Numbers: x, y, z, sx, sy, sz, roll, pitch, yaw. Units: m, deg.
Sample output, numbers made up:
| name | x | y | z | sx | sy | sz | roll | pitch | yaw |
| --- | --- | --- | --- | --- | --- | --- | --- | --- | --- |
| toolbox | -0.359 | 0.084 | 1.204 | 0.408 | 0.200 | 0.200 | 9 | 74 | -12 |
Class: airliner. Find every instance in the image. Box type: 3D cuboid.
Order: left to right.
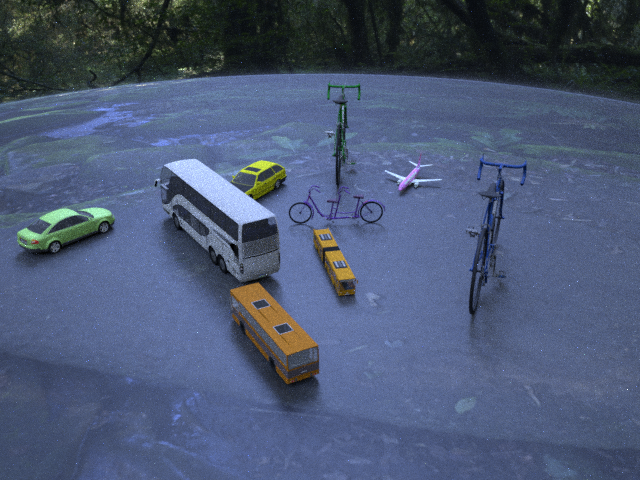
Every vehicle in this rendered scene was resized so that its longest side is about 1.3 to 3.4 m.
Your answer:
| name | x | y | z | sx | sy | sz | roll | pitch | yaw |
| --- | --- | --- | --- | --- | --- | --- | --- | --- | --- |
| airliner | 1.759 | -1.298 | 13.548 | 1.161 | 0.429 | 1.307 | 12 | 28 | 22 |

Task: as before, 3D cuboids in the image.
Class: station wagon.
| name | x | y | z | sx | sy | sz | roll | pitch | yaw |
| --- | --- | --- | --- | --- | --- | --- | --- | --- | --- |
| station wagon | -1.268 | -1.091 | 13.075 | 0.682 | 0.473 | 1.597 | 14 | 29 | 26 |

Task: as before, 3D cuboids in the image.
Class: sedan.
| name | x | y | z | sx | sy | sz | roll | pitch | yaw |
| --- | --- | --- | --- | --- | --- | --- | --- | --- | --- |
| sedan | -4.085 | -0.245 | 11.338 | 0.635 | 0.483 | 1.613 | 19 | 32 | 34 |

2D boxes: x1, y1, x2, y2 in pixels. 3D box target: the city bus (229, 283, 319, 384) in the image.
| name | x | y | z | sx | sy | sz | roll | pitch | yaw |
| --- | --- | --- | --- | --- | --- | --- | --- | --- | --- |
| city bus | -0.587 | 1.122 | 8.572 | 0.476 | 0.460 | 1.674 | -14 | 29 | -26 |

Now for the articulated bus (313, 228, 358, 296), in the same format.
| name | x | y | z | sx | sy | sz | roll | pitch | yaw |
| --- | --- | --- | --- | --- | --- | --- | --- | --- | --- |
| articulated bus | 0.195 | 0.293 | 10.459 | 0.311 | 0.289 | 1.749 | -6 | 27 | -11 |

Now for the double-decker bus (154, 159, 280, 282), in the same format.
| name | x | y | z | sx | sy | sz | roll | pitch | yaw |
| --- | --- | --- | --- | --- | --- | --- | --- | --- | --- |
| double-decker bus | -1.680 | -0.414 | 11.035 | 0.756 | 1.052 | 3.251 | -16 | 30 | -29 |

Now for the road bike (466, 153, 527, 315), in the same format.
| name | x | y | z | sx | sy | sz | roll | pitch | yaw |
| --- | --- | --- | --- | --- | --- | --- | --- | --- | --- |
| road bike | 2.409 | -0.193 | 9.897 | 0.696 | 1.656 | 3.004 | 9 | 28 | 18 |

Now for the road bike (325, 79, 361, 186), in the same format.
| name | x | y | z | sx | sy | sz | roll | pitch | yaw |
| --- | --- | --- | --- | --- | --- | --- | --- | --- | --- |
| road bike | 0.431 | -2.240 | 14.077 | 0.696 | 1.656 | 3.004 | 2 | 26 | 4 |

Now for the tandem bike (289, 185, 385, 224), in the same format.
| name | x | y | z | sx | sy | sz | roll | pitch | yaw |
| --- | --- | --- | --- | --- | --- | --- | --- | --- | --- |
| tandem bike | 0.289 | -0.590 | 11.816 | 1.642 | 0.682 | 0.283 | -1 | 26 | -2 |
